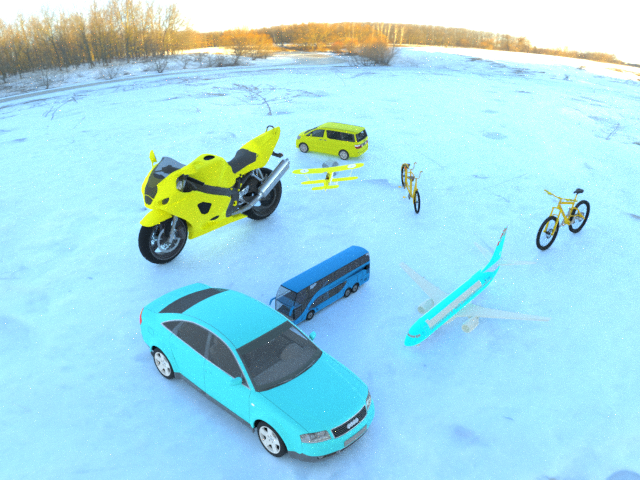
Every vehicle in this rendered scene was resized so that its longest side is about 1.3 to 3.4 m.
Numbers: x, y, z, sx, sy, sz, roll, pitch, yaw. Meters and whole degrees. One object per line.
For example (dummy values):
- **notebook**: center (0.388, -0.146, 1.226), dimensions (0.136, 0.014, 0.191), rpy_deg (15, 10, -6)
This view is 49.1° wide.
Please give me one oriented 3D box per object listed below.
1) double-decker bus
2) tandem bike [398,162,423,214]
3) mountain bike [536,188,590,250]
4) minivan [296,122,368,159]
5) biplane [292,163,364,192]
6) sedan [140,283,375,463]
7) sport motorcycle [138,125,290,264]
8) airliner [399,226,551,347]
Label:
- **double-decker bus**: center (0.044, 0.611, 9.457), dimensions (0.389, 0.541, 1.672), rpy_deg (22, 35, 37)
- **tandem bike**: center (1.622, -1.058, 12.539), dimensions (0.283, 0.682, 1.642), rpy_deg (-2, 27, -4)
- **mountain bike**: center (3.864, -0.381, 11.025), dimensions (1.469, 0.868, 0.573), rpy_deg (-22, 34, -36)
- **minivan**: center (0.232, -2.128, 14.687), dimensions (1.548, 0.616, 0.681), rpy_deg (13, 30, 24)
- **biplane**: center (0.125, -1.120, 12.853), dimensions (1.336, 0.504, 1.090), rpy_deg (3, 27, 6)
- **sedan**: center (-0.778, 1.269, 7.746), dimensions (3.137, 0.940, 1.235), rpy_deg (24, 35, 38)
- **sport motorcycle**: center (-1.641, -0.750, 10.945), dimensions (0.983, 1.596, 2.955), rpy_deg (21, 34, 35)
- **airliner**: center (1.839, 0.603, 9.152), dimensions (2.257, 0.835, 2.541), rpy_deg (21, 34, 35)
